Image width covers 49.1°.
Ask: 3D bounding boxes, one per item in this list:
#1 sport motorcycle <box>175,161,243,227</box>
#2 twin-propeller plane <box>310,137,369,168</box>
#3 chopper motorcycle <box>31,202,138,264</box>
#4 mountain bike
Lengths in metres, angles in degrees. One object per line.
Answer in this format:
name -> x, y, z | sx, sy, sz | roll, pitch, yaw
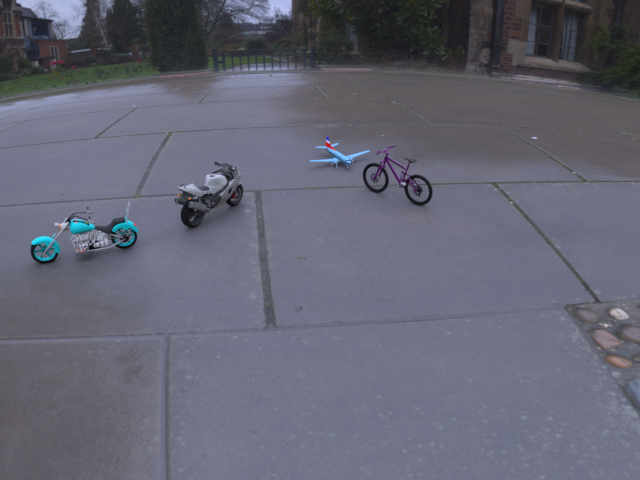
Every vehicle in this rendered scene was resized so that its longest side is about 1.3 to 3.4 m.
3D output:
sport motorcycle -> -1.804, -0.778, 11.728 | 0.506, 0.821, 1.520 | 17, 31, 30
twin-propeller plane -> 0.363, -1.760, 14.150 | 1.370, 0.407, 1.095 | -13, 29, -24
chopper motorcycle -> -3.523, -0.111, 10.462 | 1.563, 0.761, 0.466 | -10, 28, -19
mountain bike -> 1.364, -1.139, 12.396 | 1.469, 0.868, 0.573 | 20, 33, 35
